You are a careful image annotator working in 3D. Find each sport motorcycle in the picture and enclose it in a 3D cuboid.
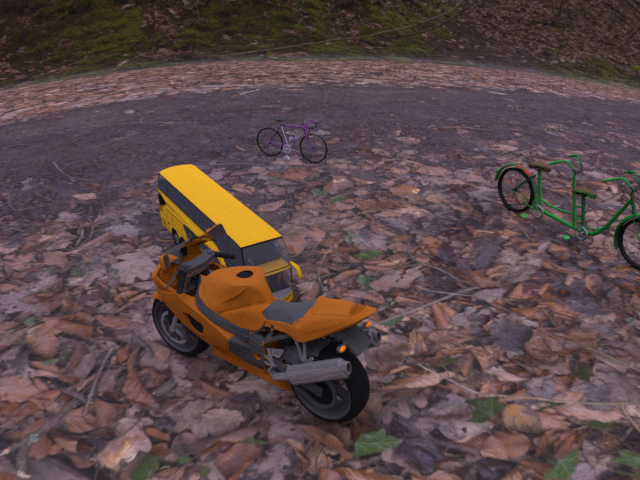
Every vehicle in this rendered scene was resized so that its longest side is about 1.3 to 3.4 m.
[{"bbox_3d":[-0.723,0.891,7.459,2.955,1.596,0.983,17,32,29],"label":"sport motorcycle"}]

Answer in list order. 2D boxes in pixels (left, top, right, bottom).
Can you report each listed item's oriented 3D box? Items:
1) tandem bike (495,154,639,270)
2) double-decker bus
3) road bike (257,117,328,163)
[{"bbox_3d":[3.883,-0.635,10.645,0.550,1.326,3.192,-17,32,-30],"label":"tandem bike"},{"bbox_3d":[-1.401,-0.067,9.860,0.756,1.052,3.251,-16,32,-28],"label":"double-decker bus"},{"bbox_3d":[-0.562,-1.976,13.698,1.545,0.852,0.358,11,30,21],"label":"road bike"}]
